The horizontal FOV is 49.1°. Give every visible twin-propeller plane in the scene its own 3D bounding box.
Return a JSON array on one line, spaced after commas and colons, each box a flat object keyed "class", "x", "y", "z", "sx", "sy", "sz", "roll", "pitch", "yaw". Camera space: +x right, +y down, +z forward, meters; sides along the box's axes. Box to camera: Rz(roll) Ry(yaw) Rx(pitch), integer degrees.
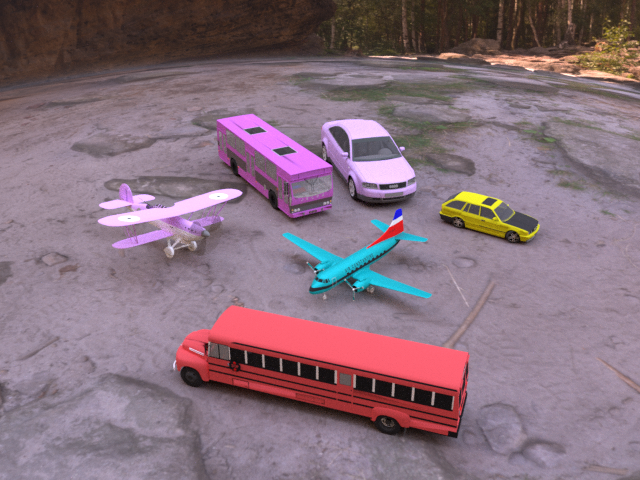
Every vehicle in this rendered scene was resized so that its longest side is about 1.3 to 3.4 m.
[{"class": "twin-propeller plane", "x": 0.572, "y": 0.202, "z": 9.985, "sx": 2.663, "sy": 0.792, "sz": 2.129, "roll": 23, "pitch": 36, "yaw": 36}]

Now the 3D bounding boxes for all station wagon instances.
[{"class": "station wagon", "x": 2.786, "y": -0.411, "z": 11.469, "sx": 1.597, "sy": 0.473, "sz": 0.682, "roll": 18, "pitch": 33, "yaw": 30}]

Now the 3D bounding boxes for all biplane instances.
[{"class": "biplane", "x": -2.412, "y": -0.361, "z": 10.837, "sx": 2.120, "sy": 0.981, "sz": 2.598, "roll": 21, "pitch": 34, "yaw": 34}]

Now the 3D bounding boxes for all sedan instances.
[{"class": "sedan", "x": 0.873, "y": -1.652, "z": 13.296, "sx": 1.235, "sy": 0.940, "sz": 3.137, "roll": -7, "pitch": 29, "yaw": -13}]

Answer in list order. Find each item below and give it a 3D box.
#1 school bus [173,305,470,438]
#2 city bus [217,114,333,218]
[{"class": "school bus", "x": -0.070, "y": 1.386, "z": 7.717, "sx": 3.322, "sy": 0.844, "sz": 0.709, "roll": 9, "pitch": 30, "yaw": 17}, {"class": "city bus", "x": -0.913, "y": -1.404, "z": 12.880, "sx": 0.926, "sy": 0.894, "sz": 3.255, "roll": -15, "pitch": 32, "yaw": -26}]
